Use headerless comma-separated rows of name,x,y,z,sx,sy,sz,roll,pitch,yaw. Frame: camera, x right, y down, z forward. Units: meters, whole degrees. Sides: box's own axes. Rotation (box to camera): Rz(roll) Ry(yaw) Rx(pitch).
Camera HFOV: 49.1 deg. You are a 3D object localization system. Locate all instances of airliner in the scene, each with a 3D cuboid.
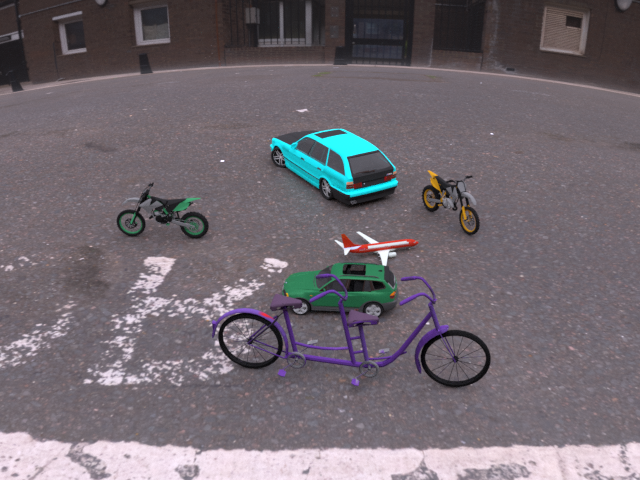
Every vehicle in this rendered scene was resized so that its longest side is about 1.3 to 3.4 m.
airliner,0.918,0.021,10.729,1.307,0.429,1.161,-8,28,-15

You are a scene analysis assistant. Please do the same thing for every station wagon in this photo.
station wagon,0.168,-1.618,13.352,1.327,0.920,3.105,-16,31,-27

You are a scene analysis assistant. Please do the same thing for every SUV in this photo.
SUV,0.271,0.626,9.402,1.572,0.580,0.656,2,28,4

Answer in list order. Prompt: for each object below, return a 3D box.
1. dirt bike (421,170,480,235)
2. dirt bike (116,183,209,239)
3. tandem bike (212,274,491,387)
dirt bike,2.175,-0.688,11.631,0.527,0.857,1.493,-14,31,-25
dirt bike,-2.523,-0.423,11.121,1.493,0.857,0.527,2,27,3
tandem bike,0.316,1.007,7.860,3.192,1.326,0.550,4,28,8
